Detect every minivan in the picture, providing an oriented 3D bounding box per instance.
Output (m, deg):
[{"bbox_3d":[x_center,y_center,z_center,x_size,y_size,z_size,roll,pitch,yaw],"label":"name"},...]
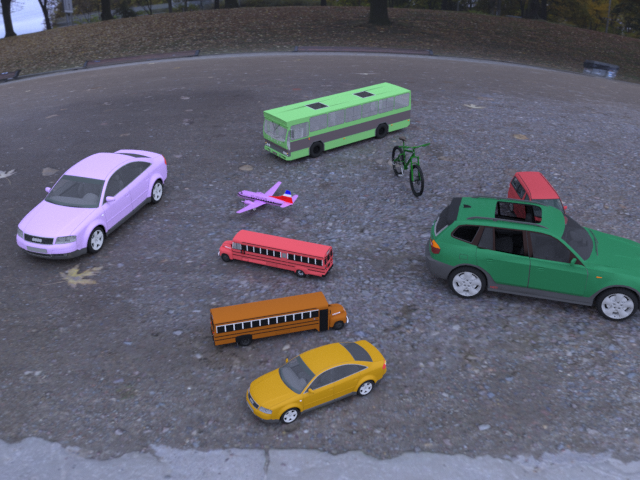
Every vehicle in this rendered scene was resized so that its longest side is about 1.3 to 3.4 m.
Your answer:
[{"bbox_3d":[3.489,-0.537,11.188,0.681,0.616,1.548,-1,29,-2],"label":"minivan"}]

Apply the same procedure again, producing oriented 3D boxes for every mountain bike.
[{"bbox_3d":[1.557,-1.379,12.451,0.573,0.868,1.469,-7,30,-13],"label":"mountain bike"}]

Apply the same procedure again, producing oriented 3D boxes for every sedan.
[{"bbox_3d":[-3.579,-0.740,11.220,1.235,0.940,3.137,9,30,15],"label":"sedan"},{"bbox_3d":[-0.031,1.488,7.661,1.613,0.483,0.635,-15,32,-25],"label":"sedan"}]

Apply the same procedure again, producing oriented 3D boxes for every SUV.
[{"bbox_3d":[2.966,0.146,9.422,3.058,1.128,1.276,8,30,14],"label":"SUV"}]

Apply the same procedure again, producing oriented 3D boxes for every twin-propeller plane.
[{"bbox_3d":[-0.931,-0.737,11.765,1.095,0.407,1.370,14,32,24],"label":"twin-propeller plane"}]

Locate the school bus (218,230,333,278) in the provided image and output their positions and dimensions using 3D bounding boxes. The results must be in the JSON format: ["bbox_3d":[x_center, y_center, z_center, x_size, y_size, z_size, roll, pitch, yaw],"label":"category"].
[{"bbox_3d":[-0.664,0.184,10.071,1.708,0.434,0.365,11,31,18],"label":"school bus"}]

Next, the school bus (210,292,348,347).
[{"bbox_3d":[-0.488,0.963,8.661,1.708,0.434,0.365,-8,30,-14],"label":"school bus"}]

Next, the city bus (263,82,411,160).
[{"bbox_3d":[0.408,-2.427,14.319,3.255,0.894,0.926,-20,35,-32],"label":"city bus"}]
